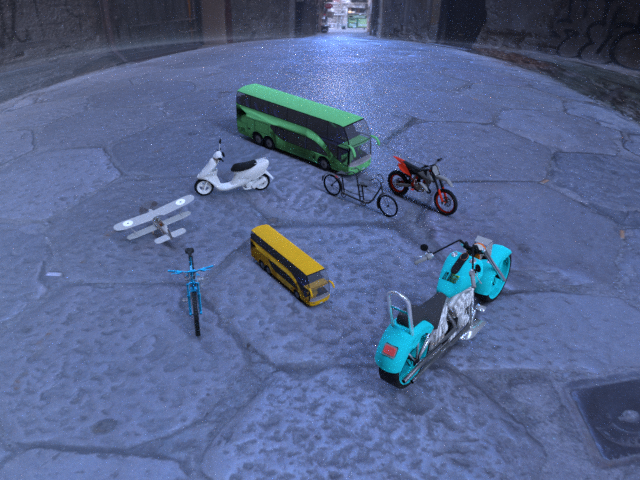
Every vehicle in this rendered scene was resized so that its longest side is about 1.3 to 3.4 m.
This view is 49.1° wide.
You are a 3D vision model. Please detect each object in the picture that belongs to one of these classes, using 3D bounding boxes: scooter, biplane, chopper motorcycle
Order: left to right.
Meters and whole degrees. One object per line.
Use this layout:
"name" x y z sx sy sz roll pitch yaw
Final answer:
"biplane" -2.530 -0.241 11.018 1.336 0.504 1.090 -17 35 -26
"scooter" -1.526 -1.243 12.271 1.399 0.919 0.662 -6 32 -10
"chopper motorcycle" 1.656 0.628 8.645 0.906 1.480 3.040 22 38 32

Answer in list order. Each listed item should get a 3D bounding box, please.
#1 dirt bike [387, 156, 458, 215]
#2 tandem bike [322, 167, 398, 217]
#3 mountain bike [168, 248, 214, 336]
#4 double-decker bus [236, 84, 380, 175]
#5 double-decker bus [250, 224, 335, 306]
"dirt bike" 1.743 -0.985 11.905 0.527 0.857 1.493 -27 40 -37
"tandem bike" 0.661 -0.894 11.925 1.642 0.682 0.283 24 39 34
"mountain bike" -1.687 0.592 9.294 0.573 0.868 1.469 -6 32 -10
"double-decker bus" -0.340 -2.177 13.684 3.251 1.052 0.756 25 39 35
"double-decker bus" -0.439 0.358 9.996 0.389 0.541 1.672 -20 37 -30
